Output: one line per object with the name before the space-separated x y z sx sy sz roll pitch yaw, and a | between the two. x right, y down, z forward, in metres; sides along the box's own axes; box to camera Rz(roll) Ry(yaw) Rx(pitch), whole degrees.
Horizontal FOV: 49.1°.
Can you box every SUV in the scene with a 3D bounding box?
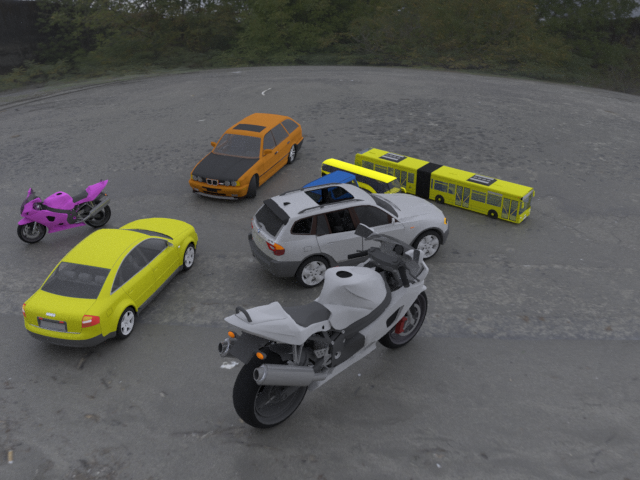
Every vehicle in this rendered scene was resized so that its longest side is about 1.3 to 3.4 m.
SUV | 0.464 -0.241 10.427 3.058 1.128 1.276 -12 30 -22

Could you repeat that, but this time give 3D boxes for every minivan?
minivan | 0.011 -0.658 11.798 0.681 0.616 1.548 21 34 35

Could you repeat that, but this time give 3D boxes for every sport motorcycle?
sport motorcycle | -4.085 -0.463 11.195 1.520 0.821 0.506 -17 32 -30
sport motorcycle | 0.212 0.909 7.678 2.955 1.596 0.983 -23 35 -37

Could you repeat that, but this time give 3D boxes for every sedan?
sedan | -2.709 0.339 9.504 1.235 0.940 3.137 8 28 15

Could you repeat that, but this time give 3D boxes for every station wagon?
station wagon | -1.373 -1.716 13.522 1.327 0.920 3.105 10 29 18

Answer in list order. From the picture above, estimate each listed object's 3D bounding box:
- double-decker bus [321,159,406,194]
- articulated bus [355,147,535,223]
double-decker bus | 0.743 -1.004 12.553 1.672 0.541 0.389 21 34 35
articulated bus | 2.135 -1.023 12.567 3.401 0.561 0.605 19 33 33
